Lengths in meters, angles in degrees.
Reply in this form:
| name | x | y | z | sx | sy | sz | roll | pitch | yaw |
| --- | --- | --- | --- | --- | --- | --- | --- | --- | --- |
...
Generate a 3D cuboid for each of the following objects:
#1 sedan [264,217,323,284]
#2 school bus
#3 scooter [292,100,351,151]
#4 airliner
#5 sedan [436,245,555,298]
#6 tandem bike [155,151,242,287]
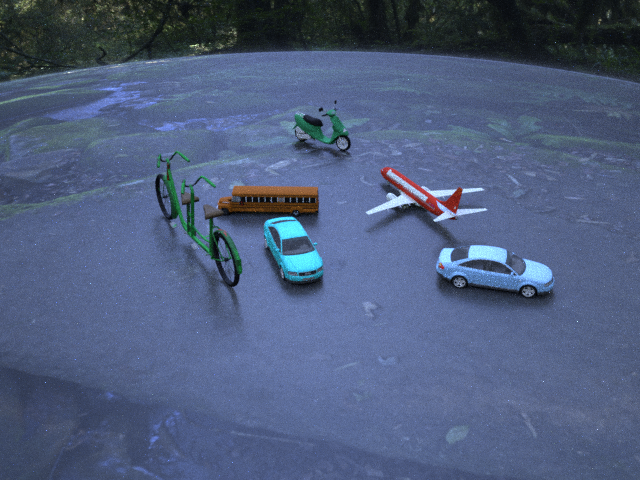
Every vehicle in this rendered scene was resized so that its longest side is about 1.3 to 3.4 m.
| name | x | y | z | sx | sy | sz | roll | pitch | yaw |
| --- | --- | --- | --- | --- | --- | --- | --- | --- | --- |
| sedan | -0.404 | 0.084 | 10.298 | 0.635 | 0.483 | 1.613 | -9 | 30 | -15 |
| school bus | -0.873 | -0.662 | 11.700 | 1.708 | 0.434 | 0.365 | 1 | 29 | 2 |
| scooter | 0.025 | -2.357 | 14.267 | 1.399 | 0.919 | 0.662 | 17 | 33 | 28 |
| airliner | 1.659 | -0.940 | 11.789 | 2.257 | 0.835 | 2.541 | -12 | 31 | -21 |
| sedan | 2.440 | 0.385 | 9.754 | 1.613 | 0.483 | 0.635 | 8 | 30 | 14 |
| tandem bike | -1.891 | -0.435 | 10.367 | 0.550 | 1.326 | 3.192 | -16 | 33 | -27 |
